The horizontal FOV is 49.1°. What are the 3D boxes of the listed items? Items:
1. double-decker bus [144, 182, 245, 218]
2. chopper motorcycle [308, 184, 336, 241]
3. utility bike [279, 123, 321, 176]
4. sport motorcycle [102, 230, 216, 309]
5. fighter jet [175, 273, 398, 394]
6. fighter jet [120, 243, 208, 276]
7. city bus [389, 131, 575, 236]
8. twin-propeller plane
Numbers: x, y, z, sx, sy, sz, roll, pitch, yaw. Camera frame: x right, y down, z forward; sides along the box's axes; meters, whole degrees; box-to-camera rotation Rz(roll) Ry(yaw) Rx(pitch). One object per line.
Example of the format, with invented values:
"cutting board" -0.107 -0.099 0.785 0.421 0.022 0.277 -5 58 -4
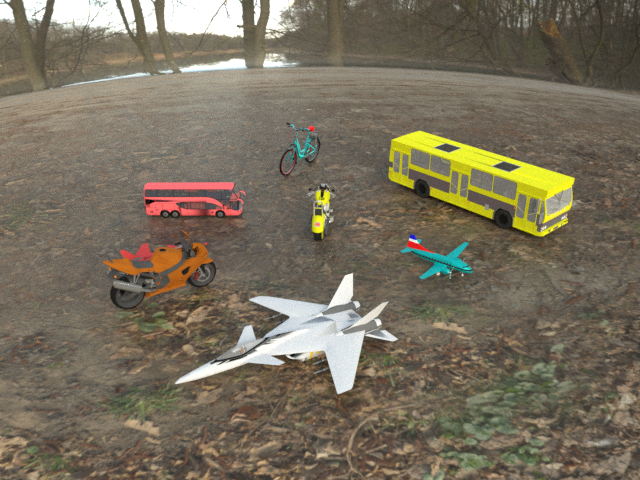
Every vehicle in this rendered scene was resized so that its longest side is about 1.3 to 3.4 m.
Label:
"double-decker bus" -2.108 -0.683 11.808 1.672 0.541 0.389 0 27 0
"chopper motorcycle" 0.037 -0.571 11.349 0.466 0.761 1.563 2 27 5
"utility bike" -0.323 -1.825 13.596 0.535 0.946 1.435 16 31 29
"sport motorcycle" -2.105 0.411 9.365 1.520 0.821 0.506 -16 31 -28
"fighter jet" -0.472 1.125 8.260 2.640 0.557 2.229 -15 31 -27
"fighter jet" -2.263 0.168 10.427 1.358 0.286 1.147 -20 33 -34
"city bus" 2.652 -1.004 12.049 0.926 0.894 3.255 -22 35 -37
"twin-propeller plane" 1.733 0.232 10.169 1.095 0.407 1.370 19 33 33
